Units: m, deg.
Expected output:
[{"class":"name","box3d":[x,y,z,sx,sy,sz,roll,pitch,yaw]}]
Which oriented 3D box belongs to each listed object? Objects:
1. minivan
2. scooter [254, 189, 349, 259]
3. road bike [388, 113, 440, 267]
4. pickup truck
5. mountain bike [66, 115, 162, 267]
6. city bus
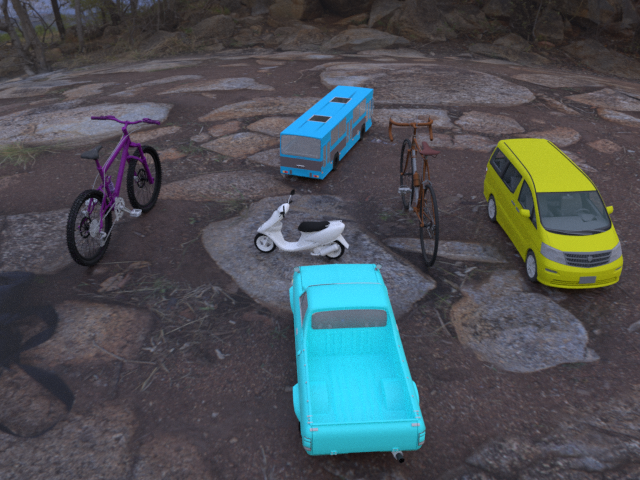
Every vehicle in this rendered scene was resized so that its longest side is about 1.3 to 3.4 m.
[{"class":"minivan","box3d":[3.355,-0.464,10.266,1.324,1.197,3.011,-2,28,-4]},{"class":"scooter","box3d":[-0.280,-0.175,10.021,1.399,0.919,0.662,5,29,9]},{"class":"road bike","box3d":[1.474,-0.859,10.516,0.696,1.656,3.004,-1,28,-3]},{"class":"pickup truck","box3d":[0.302,1.081,7.608,1.244,0.993,3.117,-2,28,-3]},{"class":"mountain bike","box3d":[-3.027,-0.843,10.452,1.114,1.688,2.857,6,29,11]},{"class":"city bus","box3d":[0.210,-2.132,13.688,0.926,0.894,3.255,10,30,17]}]
